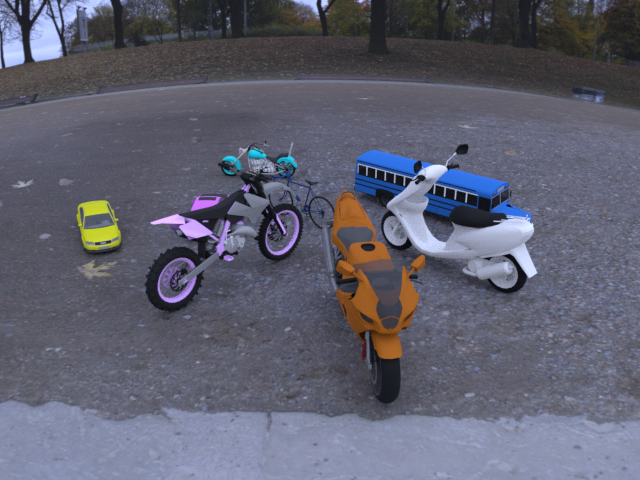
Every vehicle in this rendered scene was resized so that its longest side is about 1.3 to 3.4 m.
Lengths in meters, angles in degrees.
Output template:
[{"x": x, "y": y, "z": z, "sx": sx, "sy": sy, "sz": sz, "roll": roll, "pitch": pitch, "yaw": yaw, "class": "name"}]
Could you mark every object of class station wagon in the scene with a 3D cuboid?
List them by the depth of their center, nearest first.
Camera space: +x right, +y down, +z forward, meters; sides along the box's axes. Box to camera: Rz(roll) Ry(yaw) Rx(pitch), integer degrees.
[{"x": -1.924, "y": -0.514, "z": 12.107, "sx": 0.682, "sy": 0.473, "sz": 1.597, "roll": 1, "pitch": 26, "yaw": 1, "class": "station wagon"}]

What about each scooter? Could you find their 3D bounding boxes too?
[{"x": 1.971, "y": -0.356, "z": 10.260, "sx": 1.288, "sy": 1.786, "sz": 2.721, "roll": -23, "pitch": 34, "yaw": -40, "class": "scooter"}]

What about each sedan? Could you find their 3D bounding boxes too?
[{"x": -3.687, "y": -0.287, "z": 11.622, "sx": 0.635, "sy": 0.483, "sz": 1.613, "roll": -10, "pitch": 27, "yaw": -19, "class": "sedan"}]

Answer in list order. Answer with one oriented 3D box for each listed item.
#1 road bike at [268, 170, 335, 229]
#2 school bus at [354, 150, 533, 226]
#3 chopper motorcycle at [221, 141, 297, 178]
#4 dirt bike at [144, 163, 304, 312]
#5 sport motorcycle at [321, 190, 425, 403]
[{"x": -0.332, "y": -0.704, "z": 12.065, "sx": 1.545, "sy": 0.852, "sz": 0.358, "roll": 20, "pitch": 32, "yaw": 35, "class": "road bike"}, {"x": 2.128, "y": -0.823, "z": 12.321, "sx": 3.322, "sy": 0.844, "sz": 0.709, "roll": 19, "pitch": 32, "yaw": 35, "class": "school bus"}, {"x": -1.235, "y": -1.628, "z": 14.095, "sx": 1.563, "sy": 0.761, "sz": 0.466, "roll": 4, "pitch": 26, "yaw": 8, "class": "chopper motorcycle"}, {"x": -1.284, "y": -0.137, "z": 9.942, "sx": 1.024, "sy": 1.666, "sz": 2.903, "roll": 22, "pitch": 33, "yaw": 38, "class": "dirt bike"}, {"x": 0.554, "y": 0.585, "z": 8.519, "sx": 0.983, "sy": 1.596, "sz": 2.955, "roll": -4, "pitch": 26, "yaw": -7, "class": "sport motorcycle"}]
